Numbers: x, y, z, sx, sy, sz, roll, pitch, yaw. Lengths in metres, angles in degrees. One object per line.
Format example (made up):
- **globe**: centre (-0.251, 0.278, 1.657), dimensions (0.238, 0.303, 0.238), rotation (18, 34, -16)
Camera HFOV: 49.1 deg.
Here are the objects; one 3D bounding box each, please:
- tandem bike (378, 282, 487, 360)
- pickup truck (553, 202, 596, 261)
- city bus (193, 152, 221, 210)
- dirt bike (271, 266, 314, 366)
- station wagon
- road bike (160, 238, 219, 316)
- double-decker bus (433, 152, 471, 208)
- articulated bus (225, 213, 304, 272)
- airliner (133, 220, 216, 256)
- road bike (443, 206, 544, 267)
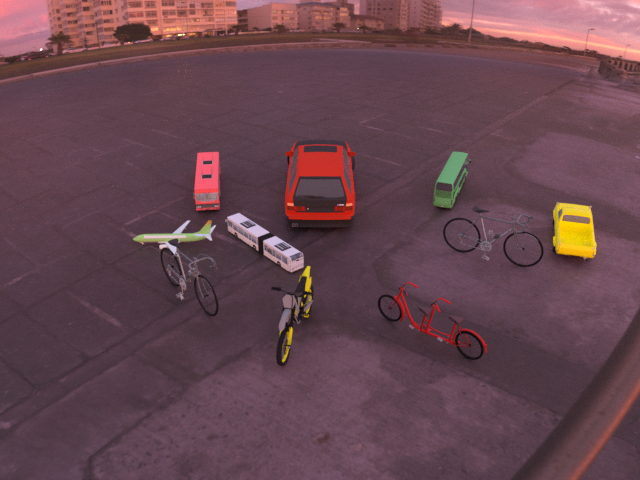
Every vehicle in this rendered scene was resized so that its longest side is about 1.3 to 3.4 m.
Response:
- **tandem bike**: centre (1.400, 0.990, 8.906), dimensions (1.642, 0.682, 0.283), rotation (23, 37, 35)
- **pickup truck**: centre (4.064, -0.204, 11.185), dimensions (0.640, 0.511, 1.603), rotation (8, 31, 14)
- **city bus**: centre (-2.040, -1.076, 12.774), dimensions (0.476, 0.460, 1.674), rotation (-3, 30, -6)
- **dirt bike**: centre (-0.301, 0.898, 8.891), dimensions (0.527, 0.857, 1.493), rotation (7, 30, 13)
- **station wagon**: centre (0.010, -1.249, 12.612), dimensions (1.327, 0.920, 3.105), rotation (0, 30, 0)
- **road bike**: centre (-1.835, 0.457, 9.673), dimensions (0.358, 0.852, 1.545), rotation (-22, 36, -34)
- **double-decker bus**: centre (2.421, -1.130, 12.788), dimensions (0.389, 0.541, 1.672), rotation (10, 31, 18)
- **articulated bus**: centre (-0.889, 0.020, 11.014), dimensions (0.311, 0.289, 1.749), rotation (-22, 36, -34)
- **airliner**: centre (-2.332, -0.119, 11.117), dimensions (1.307, 0.429, 1.161), rotation (0, 30, 0)
- **road bike**: centre (2.622, -0.078, 10.618), dimensions (1.545, 0.852, 0.358), rotation (14, 33, 23)
